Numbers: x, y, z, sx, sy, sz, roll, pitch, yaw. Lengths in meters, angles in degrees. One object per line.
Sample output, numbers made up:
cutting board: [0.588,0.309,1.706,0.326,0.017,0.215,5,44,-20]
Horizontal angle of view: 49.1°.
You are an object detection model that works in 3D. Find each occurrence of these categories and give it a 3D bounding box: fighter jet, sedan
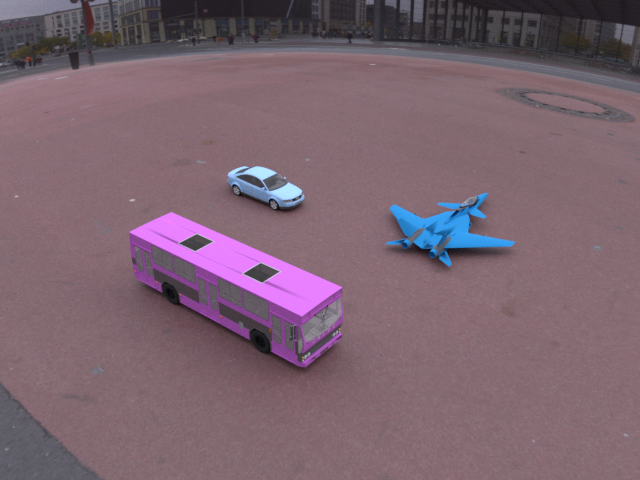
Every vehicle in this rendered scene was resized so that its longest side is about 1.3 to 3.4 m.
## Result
fighter jet: [2.267,-0.460,11.682,2.229,0.557,2.640,20,36,31]
sedan: [-0.993,-0.999,12.690,1.613,0.483,0.635,22,37,33]

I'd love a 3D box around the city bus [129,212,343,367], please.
city bus: [-1.212,0.616,9.479,3.255,0.894,0.926,22,37,33]
